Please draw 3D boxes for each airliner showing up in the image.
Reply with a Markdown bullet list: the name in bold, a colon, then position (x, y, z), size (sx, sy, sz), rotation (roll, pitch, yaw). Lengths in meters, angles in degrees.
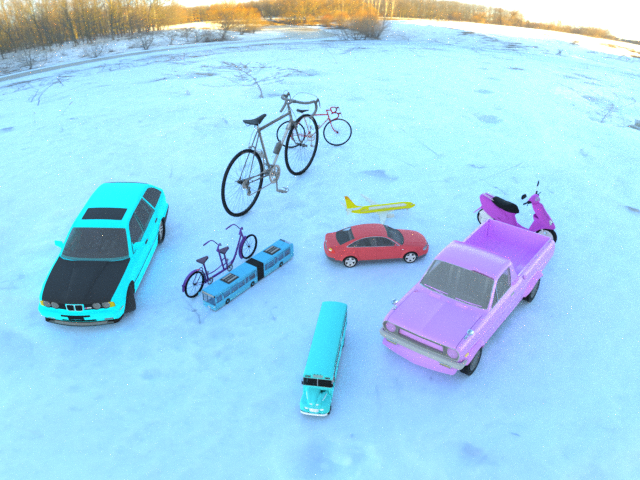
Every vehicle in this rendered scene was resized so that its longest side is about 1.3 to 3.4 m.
- **airliner**: position (1.009, -0.621, 11.807), size (1.307, 0.429, 1.161), rotation (-8, 32, -13)

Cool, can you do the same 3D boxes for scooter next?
- **scooter**: position (3.113, -0.461, 11.068), size (1.399, 0.919, 0.662), rotation (21, 37, 31)

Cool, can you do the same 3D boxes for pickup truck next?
- **pickup truck**: position (2.054, 0.563, 9.299), size (1.244, 0.993, 3.117), rotation (21, 37, 30)

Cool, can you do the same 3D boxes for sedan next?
- **sedan**: position (0.862, 0.031, 10.674), size (1.613, 0.483, 0.635), rotation (-4, 31, -6)

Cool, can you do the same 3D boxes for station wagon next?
- **station wagon**: position (-3.099, 0.041, 10.234), size (1.327, 0.920, 3.105), rotation (1, 31, 1)

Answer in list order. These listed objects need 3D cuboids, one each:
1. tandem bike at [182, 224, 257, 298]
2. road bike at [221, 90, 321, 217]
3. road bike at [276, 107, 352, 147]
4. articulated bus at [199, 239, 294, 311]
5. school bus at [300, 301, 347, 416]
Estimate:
- **tandem bike**: position (-1.428, 0.249, 10.121), size (0.283, 0.682, 1.642), rotation (19, 36, 29)
- **road bike**: position (-0.804, -1.565, 12.186), size (0.697, 1.656, 3.004), rotation (17, 35, 26)
- **road bike**: position (-0.115, -2.275, 14.142), size (1.545, 0.852, 0.358), rotation (-3, 31, -5)
- **articulated bus**: position (-1.016, 0.475, 10.125), size (0.311, 0.289, 1.749), rotation (21, 37, 31)
- **school bus**: position (0.061, 1.402, 8.447), size (0.365, 0.434, 1.708), rotation (5, 31, 8)
